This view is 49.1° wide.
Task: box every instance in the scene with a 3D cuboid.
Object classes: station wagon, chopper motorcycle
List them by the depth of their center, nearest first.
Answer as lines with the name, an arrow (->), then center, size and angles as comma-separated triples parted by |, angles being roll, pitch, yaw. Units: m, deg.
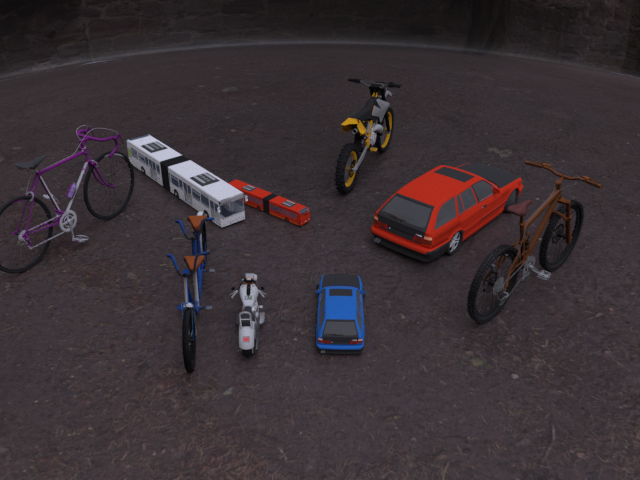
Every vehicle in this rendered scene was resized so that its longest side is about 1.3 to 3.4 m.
chopper motorcycle -> -0.910, 0.817, 9.020 | 0.466, 0.761, 1.563 | -1, 30, -2
station wagon -> 0.273, 0.861, 9.229 | 0.682, 0.473, 1.597 | 1, 30, 2
station wagon -> 2.185, -0.690, 11.432 | 1.327, 0.920, 3.105 | 24, 38, 35

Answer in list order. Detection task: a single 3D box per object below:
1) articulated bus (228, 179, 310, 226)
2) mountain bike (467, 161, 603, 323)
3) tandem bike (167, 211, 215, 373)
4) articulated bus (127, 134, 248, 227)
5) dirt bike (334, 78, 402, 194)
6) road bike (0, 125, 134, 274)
articulated bus -> -0.911, -0.653, 11.994 | 1.749, 0.289, 0.311 | 23, 37, 33
mountain bike -> 2.900, -0.002, 9.500 | 1.114, 1.688, 2.857 | 27, 40, 38
tandem bike -> -1.652, 0.358, 9.246 | 0.550, 1.326, 3.192 | -2, 30, -4
articulated bus -> -2.468, -1.123, 12.527 | 0.605, 0.561, 3.401 | -22, 37, -33
dirt bike -> 0.878, -2.065, 13.042 | 1.024, 1.666, 2.903 | 12, 33, 20
road bike -> -3.898, -0.702, 10.726 | 0.697, 1.656, 3.004 | 15, 34, 24
